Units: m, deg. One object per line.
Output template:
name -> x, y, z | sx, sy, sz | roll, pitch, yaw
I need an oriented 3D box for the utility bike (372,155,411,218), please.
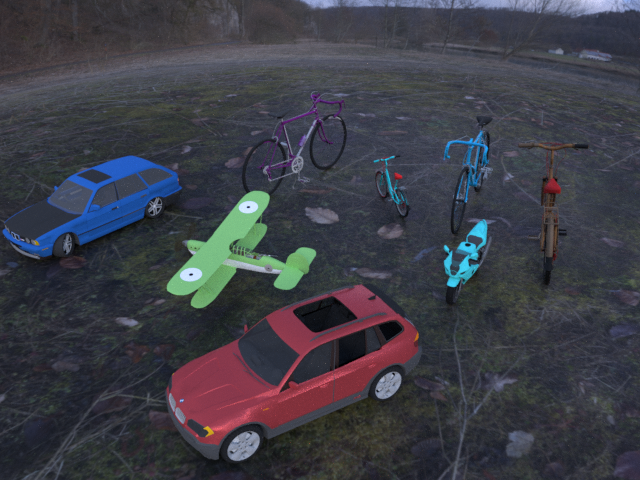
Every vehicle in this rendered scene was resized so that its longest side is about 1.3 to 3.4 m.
utility bike -> 1.268, -1.006, 12.707 | 0.535, 0.946, 1.435 | -10, 30, -18

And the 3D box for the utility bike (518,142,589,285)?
utility bike -> 3.523, -0.563, 10.973 | 1.039, 1.839, 2.791 | 8, 30, 14

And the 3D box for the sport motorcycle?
sport motorcycle -> 2.181, 0.322, 10.420 | 0.506, 0.821, 1.520 | 14, 32, 24

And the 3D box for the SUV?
SUV -> -0.261, 1.404, 8.132 | 3.058, 1.128, 1.276 | -16, 33, -27

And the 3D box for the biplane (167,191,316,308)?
biplane -> -1.146, 0.282, 10.326 | 2.120, 0.981, 2.598 | 11, 31, 20

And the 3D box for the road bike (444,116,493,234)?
road bike -> 2.733, -1.291, 12.489 | 0.696, 1.656, 3.004 | 11, 31, 20

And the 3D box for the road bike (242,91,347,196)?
road bike -> -0.426, -1.876, 13.552 | 0.696, 1.656, 3.004 | 22, 36, 35

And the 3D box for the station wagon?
station wagon -> -3.902, -0.676, 12.132 | 1.327, 0.920, 3.105 | 21, 35, 33
